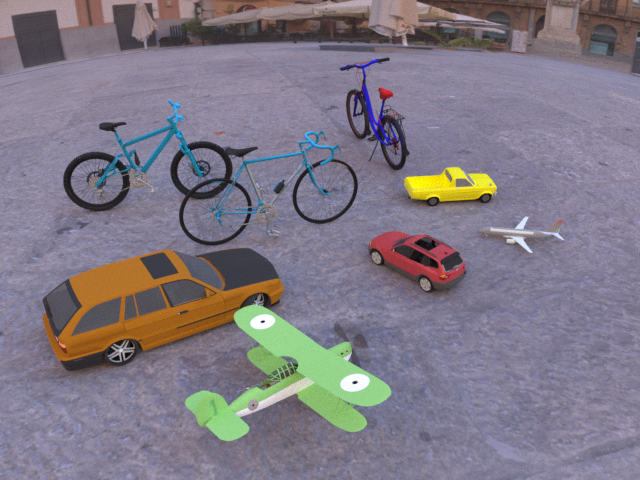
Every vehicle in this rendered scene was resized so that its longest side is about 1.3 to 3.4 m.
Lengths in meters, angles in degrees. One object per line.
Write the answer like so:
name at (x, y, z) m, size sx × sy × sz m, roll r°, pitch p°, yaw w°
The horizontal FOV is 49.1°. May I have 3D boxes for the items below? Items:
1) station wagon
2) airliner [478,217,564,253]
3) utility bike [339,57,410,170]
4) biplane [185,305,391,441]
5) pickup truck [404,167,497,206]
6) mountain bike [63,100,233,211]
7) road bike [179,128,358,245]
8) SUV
station wagon at (-2.005, 0.690, 9.234) m, size 3.105 × 0.920 × 1.327 m, roll -17°, pitch 35°, yaw -26°
airliner at (3.206, -0.193, 11.198) m, size 1.307 × 0.429 × 1.161 m, roll 6°, pitch 31°, yaw 10°
utility bike at (1.001, -2.531, 13.747) m, size 1.039 × 1.839 × 2.791 m, roll -11°, pitch 33°, yaw -18°
biplane at (-0.430, 1.550, 7.732) m, size 2.120 × 0.981 × 2.598 m, roll -21°, pitch 37°, yaw -32°
pickup truck at (2.318, -0.982, 12.443) m, size 1.603 × 0.511 × 0.640 m, roll -4°, pitch 31°, yaw -6°
mountain bike at (-2.927, -1.357, 11.923) m, size 2.857 × 1.688 × 1.114 m, roll -8°, pitch 32°, yaw -13°
road bike at (-0.760, -0.820, 11.051) m, size 3.004 × 1.656 × 0.696 m, roll -12°, pitch 33°, yaw -19°
SUV at (1.424, 0.216, 10.363) m, size 0.656 × 0.580 × 1.572 m, roll -25°, pitch 39°, yaw -35°
